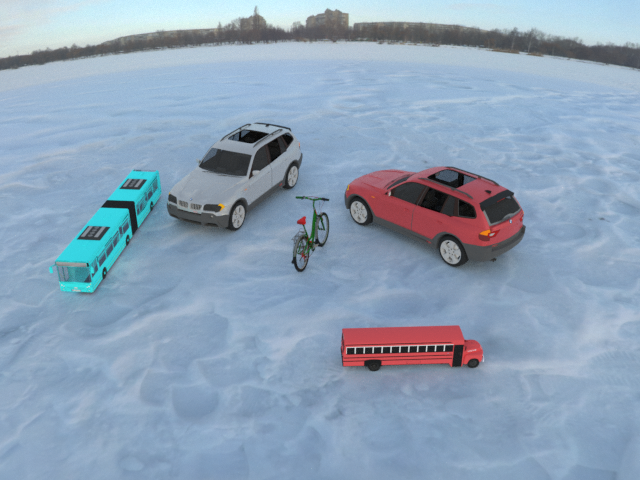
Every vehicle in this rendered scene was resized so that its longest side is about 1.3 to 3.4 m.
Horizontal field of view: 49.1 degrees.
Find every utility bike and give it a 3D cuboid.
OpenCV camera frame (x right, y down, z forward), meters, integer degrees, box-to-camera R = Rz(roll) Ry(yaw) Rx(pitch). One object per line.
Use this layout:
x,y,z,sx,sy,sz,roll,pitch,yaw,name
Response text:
-0.179,-0.159,10.525,0.535,0.946,1.435,10,30,19,utility bike

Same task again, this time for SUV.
1.758,-0.597,11.151,1.276,1.128,3.058,-24,36,-37,SUV
-1.425,-1.206,12.292,1.276,1.128,3.058,13,31,23,SUV

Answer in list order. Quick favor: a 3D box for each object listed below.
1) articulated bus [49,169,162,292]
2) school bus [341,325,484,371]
-3.255,-0.256,11.114,0.605,0.561,3.401,2,28,5,articulated bus
1.110,1.280,8.370,1.708,0.434,0.365,-1,28,-2,school bus
